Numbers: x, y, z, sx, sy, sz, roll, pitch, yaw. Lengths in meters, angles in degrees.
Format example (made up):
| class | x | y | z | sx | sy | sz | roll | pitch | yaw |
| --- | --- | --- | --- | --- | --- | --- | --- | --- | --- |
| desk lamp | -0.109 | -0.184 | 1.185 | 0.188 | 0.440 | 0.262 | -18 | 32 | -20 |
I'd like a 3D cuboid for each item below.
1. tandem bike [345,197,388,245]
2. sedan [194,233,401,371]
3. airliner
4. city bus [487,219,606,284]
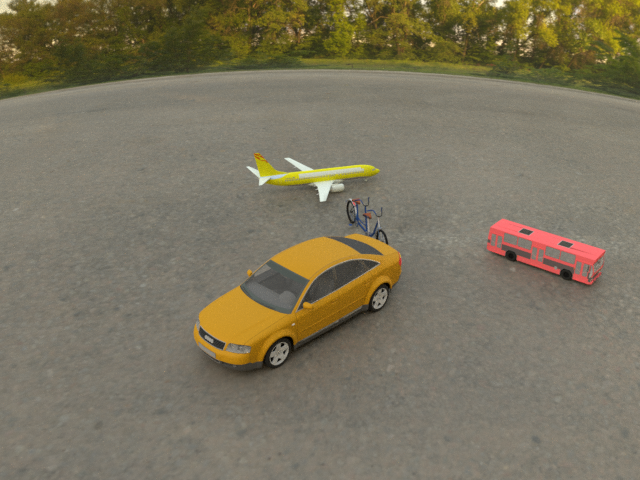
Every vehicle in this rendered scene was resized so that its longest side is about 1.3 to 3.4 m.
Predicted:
| class | x | y | z | sx | sy | sz | roll | pitch | yaw |
| --- | --- | --- | --- | --- | --- | --- | --- | --- | --- |
| tandem bike | 0.748 | -0.354 | 11.360 | 0.283 | 0.682 | 1.642 | -10 | 29 | -18 |
| sedan | -0.219 | 0.640 | 9.147 | 3.137 | 0.940 | 1.235 | -24 | 36 | -38 |
| airliner | -0.037 | -1.370 | 13.168 | 2.541 | 0.835 | 2.257 | -9 | 29 | -17 |
| city bus | 3.380 | 0.175 | 10.574 | 1.674 | 0.460 | 0.476 | 21 | 34 | 35 |
